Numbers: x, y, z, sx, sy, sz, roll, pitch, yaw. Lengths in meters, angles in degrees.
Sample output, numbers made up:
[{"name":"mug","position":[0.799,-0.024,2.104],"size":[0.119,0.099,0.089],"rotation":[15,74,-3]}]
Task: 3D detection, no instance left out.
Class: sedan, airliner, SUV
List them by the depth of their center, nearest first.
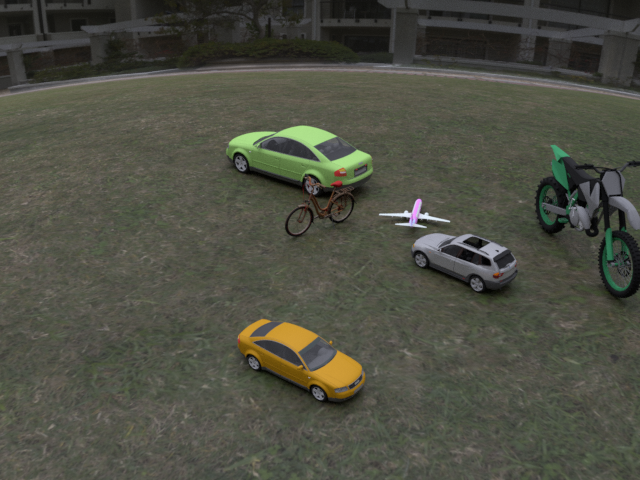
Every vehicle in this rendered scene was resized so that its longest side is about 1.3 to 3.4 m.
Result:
[{"name":"sedan","position":[-0.226,1.307,7.970],"size":[1.613,0.483,0.635],"rotation":[19,32,32]},{"name":"SUV","position":[2.044,0.217,9.992],"size":[0.656,0.580,1.572],"rotation":[-24,36,-39]},{"name":"airliner","position":[1.582,-0.512,11.581],"size":[1.161,0.429,1.307],"rotation":[6,28,12]},{"name":"sedan","position":[-0.460,-1.650,13.245],"size":[3.137,0.940,1.235],"rotation":[20,33,34]}]

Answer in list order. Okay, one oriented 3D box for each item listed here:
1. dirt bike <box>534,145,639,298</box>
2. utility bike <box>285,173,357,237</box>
[{"name":"dirt bike","position":[3.870,-0.449,10.101],"size":[1.024,1.666,2.903],"rotation":[-4,27,-9]},{"name":"utility bike","position":[0.064,-0.577,11.142],"size":[1.435,0.946,0.535],"rotation":[-19,33,-32]}]
